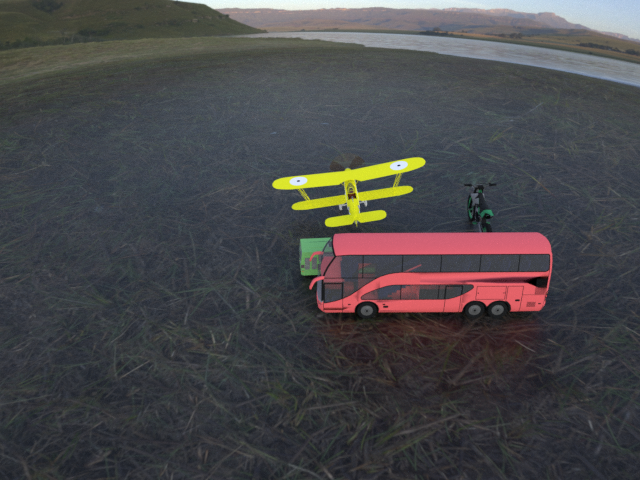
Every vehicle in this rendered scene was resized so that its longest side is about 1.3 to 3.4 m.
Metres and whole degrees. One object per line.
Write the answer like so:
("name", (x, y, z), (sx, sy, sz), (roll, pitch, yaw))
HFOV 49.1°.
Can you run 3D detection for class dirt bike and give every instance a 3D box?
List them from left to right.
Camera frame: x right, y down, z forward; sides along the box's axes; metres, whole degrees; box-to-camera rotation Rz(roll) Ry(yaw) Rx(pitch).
("dirt bike", (2.612, -0.462, 11.438), (0.527, 0.857, 1.493), (-1, 30, -2))

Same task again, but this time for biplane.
("biplane", (0.494, -0.739, 11.795), (2.598, 0.981, 2.120), (-1, 30, -2))

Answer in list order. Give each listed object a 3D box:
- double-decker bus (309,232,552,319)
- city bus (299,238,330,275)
("double-decker bus", (1.481, 0.464, 9.635), (3.251, 1.052, 0.756), (0, 30, 0))
("city bus", (0.533, 0.244, 10.610), (1.674, 0.460, 0.476), (-3, 30, -4))
